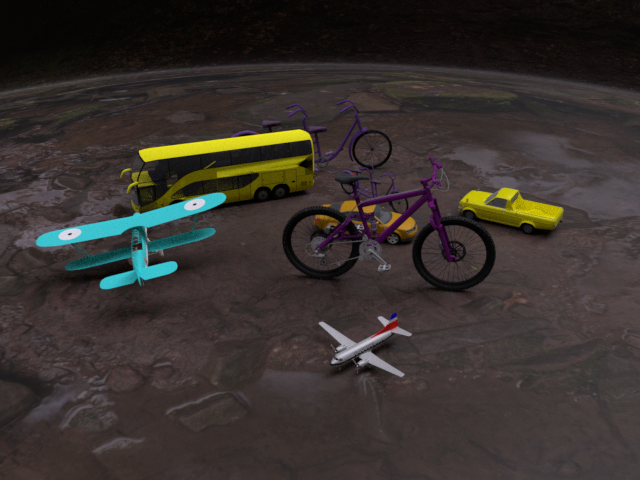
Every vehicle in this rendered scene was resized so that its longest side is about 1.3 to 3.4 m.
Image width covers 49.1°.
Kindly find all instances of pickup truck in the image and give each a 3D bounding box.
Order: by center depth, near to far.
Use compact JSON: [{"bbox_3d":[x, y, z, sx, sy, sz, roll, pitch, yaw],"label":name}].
[{"bbox_3d":[3.063,-0.520,11.269,1.603,0.511,0.640,15,31,28],"label":"pickup truck"}]

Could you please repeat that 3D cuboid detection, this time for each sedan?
[{"bbox_3d":[0.713,-0.318,10.898,1.613,0.483,0.635,6,27,12],"label":"sedan"}]

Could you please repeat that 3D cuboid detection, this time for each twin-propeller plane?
[{"bbox_3d":[0.521,1.172,8.031,1.095,0.407,1.370,-21,34,-36],"label":"twin-propeller plane"}]

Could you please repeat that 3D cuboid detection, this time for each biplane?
[{"bbox_3d":[-2.512,0.097,9.524,2.598,0.981,2.120,-6,27,-12],"label":"biplane"}]

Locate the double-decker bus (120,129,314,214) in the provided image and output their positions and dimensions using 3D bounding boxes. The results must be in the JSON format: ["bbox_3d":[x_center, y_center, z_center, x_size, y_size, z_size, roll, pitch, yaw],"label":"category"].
[{"bbox_3d":[-1.683,-1.146,11.910,3.251,1.052,0.756,-11,29,-20],"label":"double-decker bus"}]

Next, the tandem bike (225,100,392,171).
[{"bbox_3d":[-0.211,-1.921,13.142,3.192,1.326,0.550,-2,27,-5],"label":"tandem bike"}]

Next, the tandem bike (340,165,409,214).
[{"bbox_3d":[0.891,-0.936,11.904,0.283,0.682,1.642,-22,34,-37],"label":"tandem bike"}]

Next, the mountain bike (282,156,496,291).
[{"bbox_3d":[0.888,-0.151,9.231,2.857,1.688,1.114,5,27,9],"label":"mountain bike"}]
